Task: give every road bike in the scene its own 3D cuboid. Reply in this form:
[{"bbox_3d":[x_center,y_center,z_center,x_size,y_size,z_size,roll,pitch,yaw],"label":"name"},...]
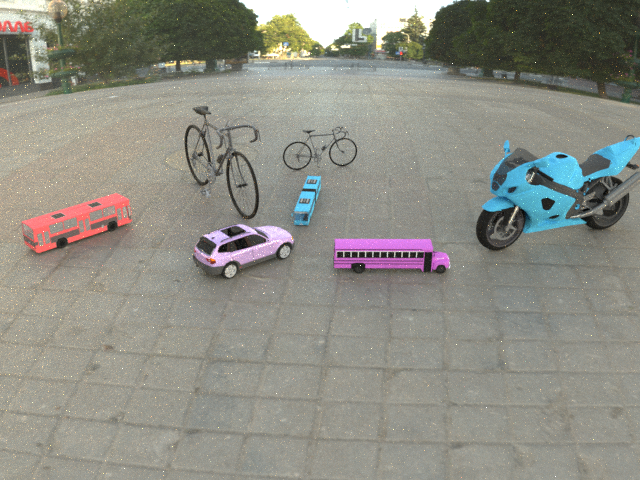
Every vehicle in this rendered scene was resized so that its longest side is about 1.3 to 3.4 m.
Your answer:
[{"bbox_3d":[0.009,-1.849,14.057,1.545,0.852,0.358,-6,27,-13],"label":"road bike"},{"bbox_3d":[-1.809,-1.478,12.370,0.697,1.656,3.004,-16,30,-29],"label":"road bike"}]

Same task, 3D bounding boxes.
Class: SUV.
[{"bbox_3d":[-1.117,0.068,10.409,1.572,0.580,0.656,-20,32,-35],"label":"SUV"}]

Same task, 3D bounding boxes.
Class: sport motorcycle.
[{"bbox_3d":[3.743,-0.755,10.944,2.955,1.596,0.983,-10,28,-20],"label":"sport motorcycle"}]

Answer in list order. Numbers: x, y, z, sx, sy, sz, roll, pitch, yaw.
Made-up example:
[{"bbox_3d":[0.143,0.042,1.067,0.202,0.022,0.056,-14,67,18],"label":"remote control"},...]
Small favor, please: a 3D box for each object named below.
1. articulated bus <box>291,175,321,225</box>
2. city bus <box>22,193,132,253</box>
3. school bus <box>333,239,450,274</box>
[{"bbox_3d":[-0.212,-0.725,12.382,0.311,0.289,1.749,3,26,6],"label":"articulated bus"},{"bbox_3d":[-3.869,-0.271,11.248,0.476,0.460,1.674,23,34,39],"label":"city bus"},{"bbox_3d":[1.051,0.224,10.255,1.708,0.434,0.365,0,26,0],"label":"school bus"}]
